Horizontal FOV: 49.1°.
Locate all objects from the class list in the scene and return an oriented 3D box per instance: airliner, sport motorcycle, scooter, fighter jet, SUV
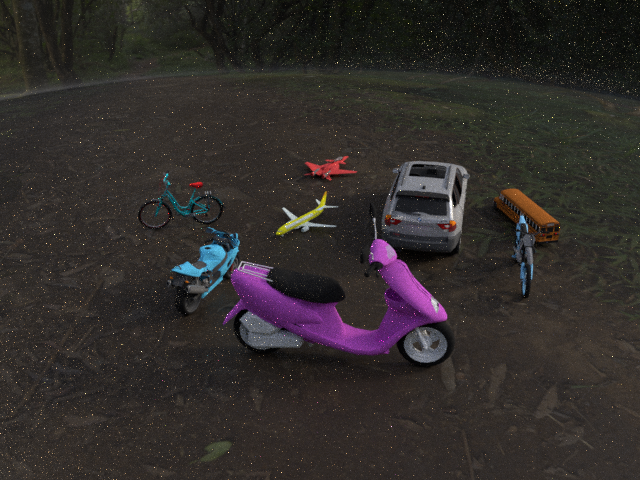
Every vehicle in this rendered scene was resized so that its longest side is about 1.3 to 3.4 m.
[{"bbox_3d":[-0.286,-0.421,11.593,1.161,0.429,1.307,20,33,35],"label":"airliner"},{"bbox_3d":[-1.518,0.394,9.518,0.506,0.821,1.520,12,29,22],"label":"sport motorcycle"},{"bbox_3d":[0.210,0.616,7.989,2.721,1.786,1.288,3,27,7],"label":"scooter"},{"bbox_3d":[0.262,-1.556,14.032,1.147,0.286,1.358,14,30,25],"label":"fighter jet"},{"bbox_3d":[1.773,-0.758,11.486,1.276,1.128,3.058,6,27,12],"label":"SUV"}]

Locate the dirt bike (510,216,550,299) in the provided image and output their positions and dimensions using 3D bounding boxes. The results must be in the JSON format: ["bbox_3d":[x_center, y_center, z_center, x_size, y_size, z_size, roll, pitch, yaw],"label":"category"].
[{"bbox_3d":[2.900,0.171,9.923,0.527,0.857,1.493,4,27,8],"label":"dirt bike"}]

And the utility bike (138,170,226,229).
[{"bbox_3d":[-2.252,-0.617,11.406,1.435,0.946,0.535,-6,27,-12],"label":"utility bike"}]

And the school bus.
[{"bbox_3d":[3.386,-0.439,11.622,0.365,0.434,1.708,-6,27,-11],"label":"school bus"}]
